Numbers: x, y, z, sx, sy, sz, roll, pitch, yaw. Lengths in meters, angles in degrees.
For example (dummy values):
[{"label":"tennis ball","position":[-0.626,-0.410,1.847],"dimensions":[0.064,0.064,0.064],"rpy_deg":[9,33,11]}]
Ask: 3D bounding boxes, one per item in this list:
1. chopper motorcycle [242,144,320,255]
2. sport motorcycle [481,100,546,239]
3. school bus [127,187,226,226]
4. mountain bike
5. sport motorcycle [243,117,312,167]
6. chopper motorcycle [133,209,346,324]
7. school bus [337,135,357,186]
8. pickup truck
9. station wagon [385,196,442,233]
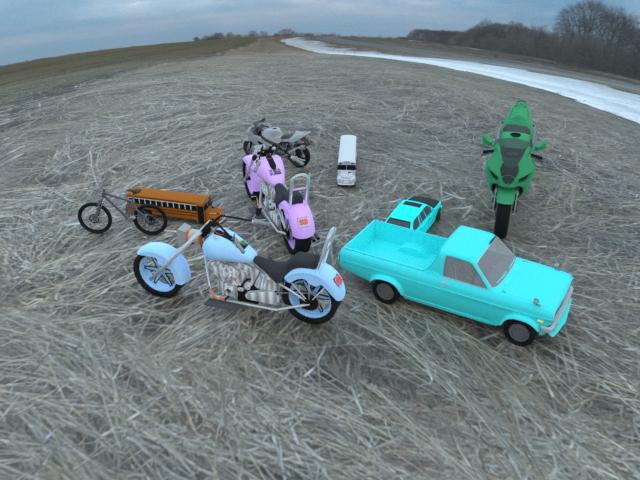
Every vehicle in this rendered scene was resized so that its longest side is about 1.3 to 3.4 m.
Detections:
[{"label":"chopper motorcycle","position":[-0.756,-0.914,11.412],"dimensions":[0.906,1.480,3.040],"rpy_deg":[-11,31,-18]},{"label":"sport motorcycle","position":[3.250,-1.252,11.900],"dimensions":[0.983,1.596,2.955],"rpy_deg":[9,30,15]},{"label":"school bus","position":[-2.428,-0.576,11.880],"dimensions":[1.708,0.434,0.365],"rpy_deg":[7,30,13]},{"label":"mountain bike","position":[-3.196,-0.480,11.261],"dimensions":[1.469,0.868,0.573],"rpy_deg":[2,29,3]},{"label":"sport motorcycle","position":[-0.864,-1.921,13.902],"dimensions":[1.520,0.821,0.506],"rpy_deg":[12,31,21]},{"label":"chopper motorcycle","position":[-1.129,0.285,9.256],"dimensions":[3.040,1.480,0.906],"rpy_deg":[9,30,17]},{"label":"school bus","position":[0.532,-1.550,13.634],"dimensions":[0.365,0.434,1.708],"rpy_deg":[2,29,3]},{"label":"pickup truck","position":[1.829,0.391,9.565],"dimensions":[3.117,0.993,1.244],"rpy_deg":[16,33,26]},{"label":"station wagon","position":[1.521,-0.395,11.515],"dimensions":[0.682,0.473,1.597],"rpy_deg":[14,32,23]}]
